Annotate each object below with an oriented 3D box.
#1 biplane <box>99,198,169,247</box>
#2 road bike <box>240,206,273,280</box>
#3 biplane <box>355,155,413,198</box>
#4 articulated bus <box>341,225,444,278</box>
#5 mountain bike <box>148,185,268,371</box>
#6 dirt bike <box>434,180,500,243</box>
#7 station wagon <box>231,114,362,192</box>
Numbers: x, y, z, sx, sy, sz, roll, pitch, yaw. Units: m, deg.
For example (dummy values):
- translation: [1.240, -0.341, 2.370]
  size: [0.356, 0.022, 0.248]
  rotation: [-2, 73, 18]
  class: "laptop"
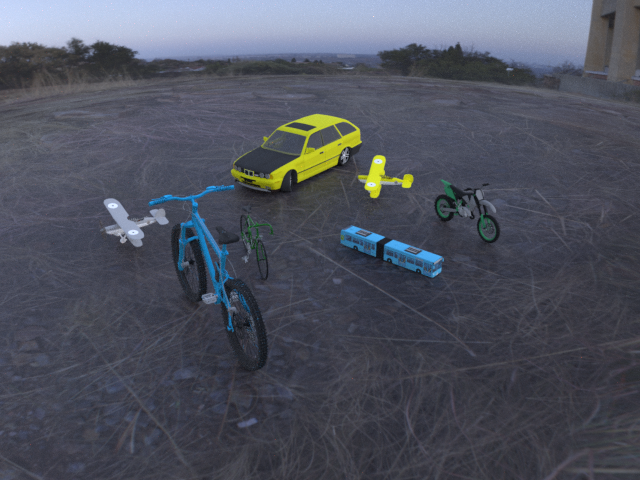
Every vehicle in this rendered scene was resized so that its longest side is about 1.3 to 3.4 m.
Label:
- translation: [-2.993, -0.255, 11.274]
  size: [1.090, 0.504, 1.336]
  rotation: [-16, 30, -30]
  class: "biplane"
- translation: [-0.995, -0.026, 10.406]
  size: [0.358, 0.852, 1.545]
  rotation: [-9, 27, -18]
  class: "road bike"
- translation: [1.187, -1.110, 13.038]
  size: [1.090, 0.504, 1.336]
  rotation: [5, 26, 11]
  class: "biplane"
- translation: [1.065, 0.159, 10.668]
  size: [1.749, 0.289, 0.311]
  rotation: [21, 33, 36]
  class: "articulated bus"
- translation: [-1.325, 0.370, 8.631]
  size: [1.114, 1.688, 2.857]
  rotation: [-14, 29, -27]
  class: "mountain bike"
- translation: [2.406, -0.536, 11.450]
  size: [0.527, 0.857, 1.493]
  rotation: [-16, 30, -29]
  class: "dirt bike"
- translation: [-0.426, -1.826, 14.034]
  size: [1.327, 0.920, 3.105]
  rotation: [18, 31, 32]
  class: "station wagon"
